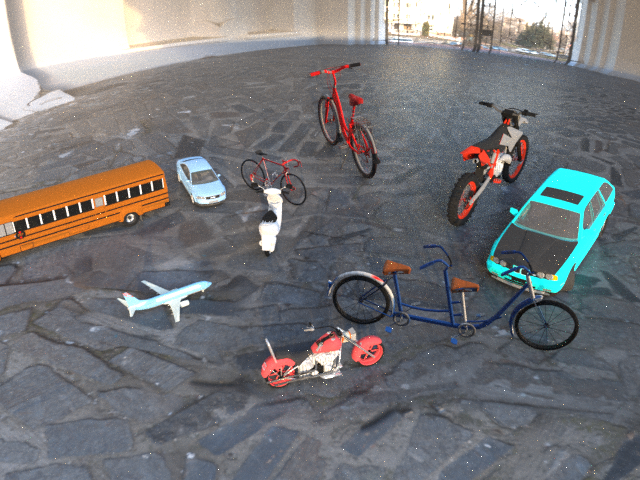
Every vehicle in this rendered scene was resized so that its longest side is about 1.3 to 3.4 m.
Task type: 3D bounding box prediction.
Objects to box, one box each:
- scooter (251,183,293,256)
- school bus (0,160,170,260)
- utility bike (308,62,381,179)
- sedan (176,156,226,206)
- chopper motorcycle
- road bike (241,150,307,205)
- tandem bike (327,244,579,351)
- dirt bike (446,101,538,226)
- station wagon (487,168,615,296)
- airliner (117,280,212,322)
[{"bbox_3d":[-0.767,-0.408,11.058,0.662,0.919,1.399,2,31,4],"label":"scooter"},{"bbox_3d":[-4.066,-0.431,11.169,3.322,0.844,0.709,-21,37,-31],"label":"school bus"},{"bbox_3d":[0.414,-2.333,13.365,1.039,1.839,2.791,-12,33,-19],"label":"utility bike"},{"bbox_3d":[-2.162,-1.121,12.666,0.635,0.483,1.613,-13,33,-20],"label":"sedan"},{"bbox_3d":[0.050,1.324,8.333,1.563,0.761,0.466,-11,33,-18],"label":"chopper motorcycle"},{"bbox_3d":[-0.837,-1.136,12.333,1.545,0.852,0.358,22,37,32],"label":"road bike"},{"bbox_3d":[1.646,0.690,8.838,3.192,1.326,0.550,7,32,12],"label":"tandem bike"},{"bbox_3d":[2.965,-1.402,11.985,1.024,1.666,2.903,22,37,32],"label":"dirt bike"},{"bbox_3d":[3.639,-0.266,10.820,1.327,0.920,3.105,19,36,28],"label":"station wagon"},{"bbox_3d":[-2.094,0.707,9.679,1.307,0.429,1.161,-20,36,-29],"label":"airliner"}]
